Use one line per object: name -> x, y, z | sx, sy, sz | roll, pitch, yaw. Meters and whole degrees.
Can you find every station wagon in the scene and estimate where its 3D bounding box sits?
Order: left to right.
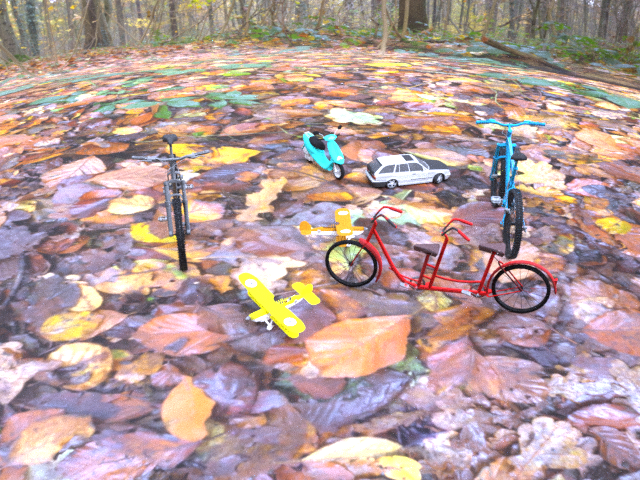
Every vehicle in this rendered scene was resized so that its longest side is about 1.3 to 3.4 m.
station wagon -> 1.687, -1.353, 13.320 | 1.597, 0.473, 0.682 | -7, 30, -12

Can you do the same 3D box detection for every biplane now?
biplane -> -0.519, 0.880, 9.305 | 1.090, 0.504, 1.336 | -21, 36, -33
biplane -> 0.216, -0.167, 11.173 | 1.090, 0.504, 1.336 | 0, 29, -1

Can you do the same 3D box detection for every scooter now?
scooter -> 0.059, -1.791, 13.646 | 0.662, 0.919, 1.399 | -18, 34, -29

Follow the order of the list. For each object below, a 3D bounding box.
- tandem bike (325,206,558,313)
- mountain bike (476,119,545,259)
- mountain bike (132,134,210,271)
tandem bike -> 1.606, 0.270, 9.554 | 3.192, 1.326, 0.550 | 8, 30, 14
mountain bike -> 3.046, -0.941, 11.342 | 1.114, 1.688, 2.857 | 3, 29, 5
mountain bike -> -2.280, -0.767, 11.032 | 1.114, 1.688, 2.857 | -6, 30, -11
